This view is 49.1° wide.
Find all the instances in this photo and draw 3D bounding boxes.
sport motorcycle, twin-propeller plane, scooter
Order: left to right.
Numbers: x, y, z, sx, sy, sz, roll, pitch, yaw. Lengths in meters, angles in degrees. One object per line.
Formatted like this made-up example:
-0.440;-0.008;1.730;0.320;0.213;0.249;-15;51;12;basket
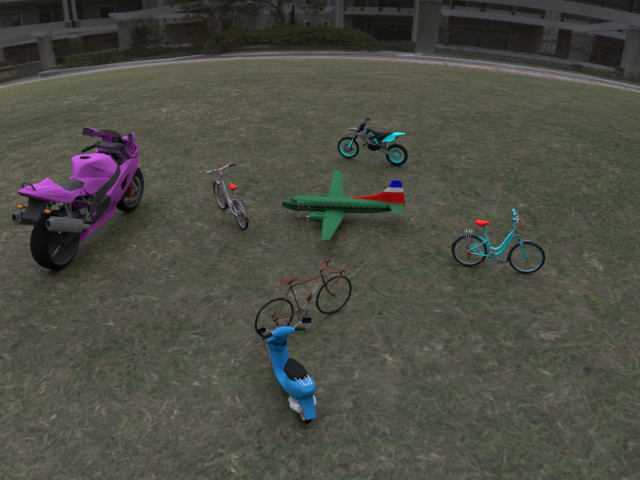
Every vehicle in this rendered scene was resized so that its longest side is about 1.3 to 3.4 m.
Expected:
-3.703;-0.753;11.231;0.983;1.596;2.955;9;31;16;sport motorcycle
-0.348;1.419;8.089;0.662;0.919;1.399;-11;31;-19;scooter
0.391;-0.698;11.949;2.129;0.792;2.663;3;30;5;twin-propeller plane

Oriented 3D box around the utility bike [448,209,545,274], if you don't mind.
2.680;0.004;10.555;1.435;0.946;0.535;7;30;13;utility bike

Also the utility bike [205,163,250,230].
-1.583;-0.752;11.889;0.535;0.946;1.435;-16;33;-26;utility bike

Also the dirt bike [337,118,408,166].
1.059;-1.968;14.121;1.493;0.857;0.527;11;31;18;dirt bike

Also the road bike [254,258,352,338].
-0.200;0.775;9.292;1.545;0.852;0.358;-18;34;-29;road bike
